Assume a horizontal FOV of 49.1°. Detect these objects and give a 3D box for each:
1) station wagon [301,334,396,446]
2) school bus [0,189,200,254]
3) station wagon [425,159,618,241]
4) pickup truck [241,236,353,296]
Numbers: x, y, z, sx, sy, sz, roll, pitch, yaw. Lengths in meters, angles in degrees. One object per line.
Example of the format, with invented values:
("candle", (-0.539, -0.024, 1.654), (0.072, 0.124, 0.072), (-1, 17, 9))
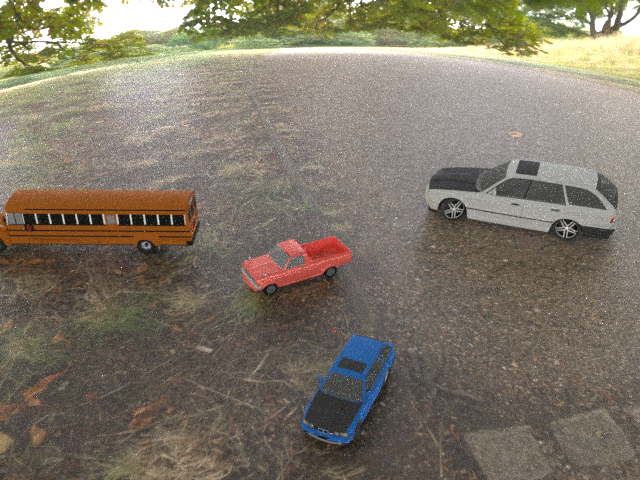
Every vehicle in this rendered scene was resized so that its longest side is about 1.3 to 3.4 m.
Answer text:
("station wagon", (0.344, 1.613, 7.901), (0.682, 0.473, 1.597), (12, 32, 20))
("school bus", (-3.590, -0.313, 10.860), (3.322, 0.844, 0.709), (0, 30, 1))
("station wagon", (3.321, -0.802, 11.629), (3.105, 0.920, 1.327), (11, 32, 18))
("pickup truck", (-0.328, 0.293, 10.144), (1.603, 0.511, 0.640), (-15, 33, -24))
